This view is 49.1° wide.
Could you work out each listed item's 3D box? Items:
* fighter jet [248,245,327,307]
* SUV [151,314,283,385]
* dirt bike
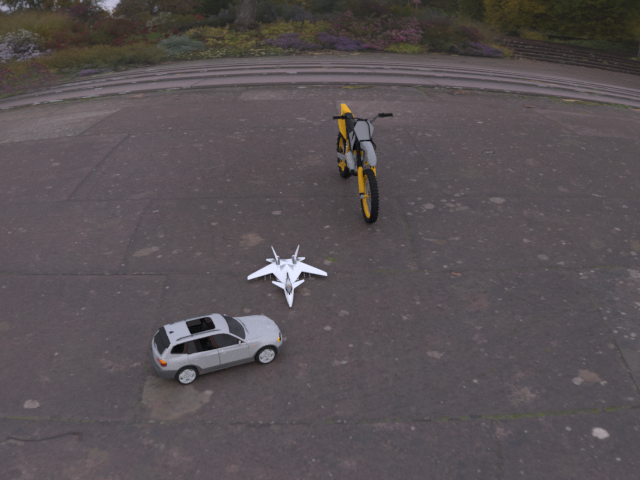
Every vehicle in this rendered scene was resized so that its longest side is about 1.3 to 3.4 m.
[{"bbox_3d":[-0.460,0.509,9.993,1.147,0.286,1.358,-3,28,-5],"label":"fighter jet"},{"bbox_3d":[-1.226,1.204,8.371,1.572,0.580,0.656,-11,30,-20],"label":"SUV"},{"bbox_3d":[0.661,-1.512,12.326,1.024,1.666,2.903,-5,28,-9],"label":"dirt bike"}]
